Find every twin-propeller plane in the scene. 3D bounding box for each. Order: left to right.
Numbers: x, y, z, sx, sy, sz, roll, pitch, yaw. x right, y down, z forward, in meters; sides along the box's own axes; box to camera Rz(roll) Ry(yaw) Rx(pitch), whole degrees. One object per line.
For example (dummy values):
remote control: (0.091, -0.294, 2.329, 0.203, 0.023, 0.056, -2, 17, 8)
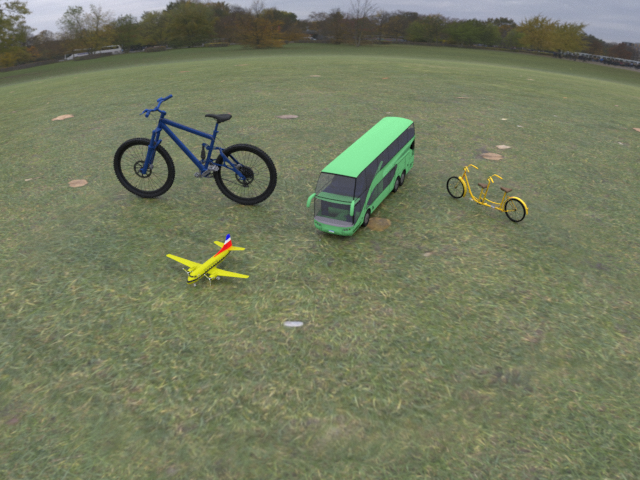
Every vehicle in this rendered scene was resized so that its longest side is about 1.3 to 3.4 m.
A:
twin-propeller plane: (-1.534, 0.291, 9.807, 1.370, 0.407, 1.095, 13, 31, 24)

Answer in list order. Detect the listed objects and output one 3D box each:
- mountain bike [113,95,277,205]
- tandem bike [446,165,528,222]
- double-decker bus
mountain bike: (-2.121, -1.422, 11.669, 2.857, 1.688, 1.114, 4, 28, 8)
tandem bike: (2.747, -0.807, 11.583, 0.283, 0.682, 1.642, -23, 35, -36)
double-decker bus: (0.806, -1.115, 11.769, 0.756, 1.052, 3.251, 12, 30, 21)
